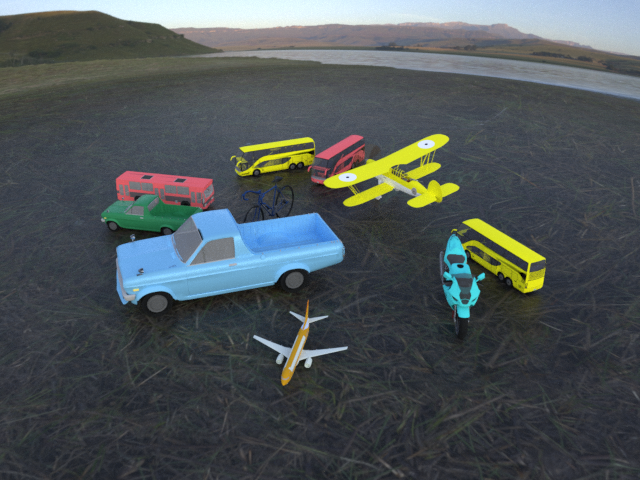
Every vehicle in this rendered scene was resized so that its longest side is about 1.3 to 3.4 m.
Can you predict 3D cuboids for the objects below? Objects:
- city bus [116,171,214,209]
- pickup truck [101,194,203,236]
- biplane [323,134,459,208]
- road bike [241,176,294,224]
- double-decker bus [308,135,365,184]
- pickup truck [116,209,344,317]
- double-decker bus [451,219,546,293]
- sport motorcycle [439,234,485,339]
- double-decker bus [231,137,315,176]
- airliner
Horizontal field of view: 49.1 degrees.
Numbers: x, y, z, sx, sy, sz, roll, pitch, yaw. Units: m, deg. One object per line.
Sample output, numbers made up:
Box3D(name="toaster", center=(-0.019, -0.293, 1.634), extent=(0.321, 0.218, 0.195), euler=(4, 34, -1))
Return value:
Box3D(name="city bus", center=(-2.725, -0.863, 12.333), extent=(1.674, 0.460, 0.476), euler=(6, 28, 12))
Box3D(name="pickup truck", center=(-2.745, -0.433, 11.428), extent=(1.603, 0.511, 0.640), euler=(6, 27, 12))
Box3D(name="biplane", center=(1.364, -1.022, 12.071), extent=(2.598, 0.981, 2.120), euler=(-16, 31, -29))
Box3D(name="road bike", center=(-0.817, -0.554, 11.289), extent=(0.358, 0.852, 1.545), euler=(14, 30, 25))
Box3D(name="double-decker bus", center=(0.357, -1.561, 13.622), extent=(0.389, 0.541, 1.672), euler=(15, 30, 27))
Box3D(name="pickup truck", center=(-1.263, 0.154, 9.734), extent=(3.117, 0.993, 1.244), euler=(-9, 28, -17))
Box3D(name="double-decker bus", center=(2.568, 0.185, 10.173), extent=(0.389, 0.541, 1.672), euler=(-13, 30, -24))
Box3D(name="sport motorcycle", center=(1.787, 0.587, 9.071), extent=(0.506, 0.821, 1.520), euler=(2, 27, 3))
Box3D(name="double-decker bus", center=(-0.903, -1.630, 13.759), extent=(1.672, 0.541, 0.389), euler=(-12, 29, -22))
Box3D(name="airliner", center=(-0.272, 1.211, 8.272), extent=(1.161, 0.429, 1.307), euler=(5, 27, 11))
